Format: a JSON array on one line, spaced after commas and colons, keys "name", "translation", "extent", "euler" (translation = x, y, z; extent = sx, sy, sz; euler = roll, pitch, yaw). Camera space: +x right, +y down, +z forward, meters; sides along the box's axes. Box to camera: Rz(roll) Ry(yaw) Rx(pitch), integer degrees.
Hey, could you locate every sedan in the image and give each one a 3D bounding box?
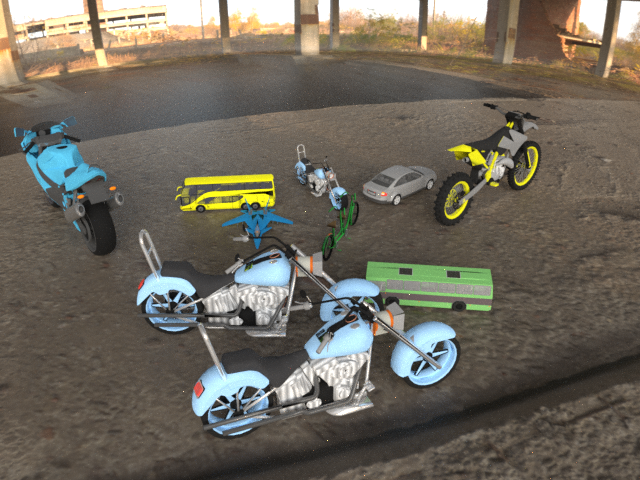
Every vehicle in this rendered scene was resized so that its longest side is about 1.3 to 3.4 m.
[{"name": "sedan", "translation": [1.446, -1.061, 12.454], "extent": [1.613, 0.483, 0.635], "euler": [-25, 37, -37]}]

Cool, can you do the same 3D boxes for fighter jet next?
[{"name": "fighter jet", "translation": [-1.003, -0.267, 11.223], "extent": [1.147, 0.286, 1.358], "euler": [-2, 29, -3]}]

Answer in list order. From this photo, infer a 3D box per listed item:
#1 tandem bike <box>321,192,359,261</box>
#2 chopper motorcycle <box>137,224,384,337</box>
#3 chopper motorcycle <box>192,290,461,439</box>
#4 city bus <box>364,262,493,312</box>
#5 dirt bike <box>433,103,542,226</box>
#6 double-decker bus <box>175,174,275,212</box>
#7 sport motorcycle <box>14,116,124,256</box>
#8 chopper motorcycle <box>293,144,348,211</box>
[{"name": "tandem bike", "translation": [0.330, -0.269, 10.819], "extent": [0.283, 0.682, 1.642], "euler": [11, 31, 19]}, {"name": "chopper motorcycle", "translation": [-0.724, 0.546, 8.521], "extent": [3.040, 1.480, 0.906], "euler": [0, 29, 0]}, {"name": "chopper motorcycle", "translation": [0.150, 1.202, 7.336], "extent": [3.040, 1.480, 0.906], "euler": [-11, 31, -20]}, {"name": "city bus", "translation": [1.447, 0.636, 9.412], "extent": [1.674, 0.460, 0.476], "euler": [3, 29, 6]}, {"name": "dirt bike", "translation": [2.896, -1.320, 11.702], "extent": [2.903, 1.666, 1.024], "euler": [-24, 37, -36]}, {"name": "double-decker bus", "translation": [-1.604, -0.801, 11.925], "extent": [1.672, 0.541, 0.389], "euler": [-3, 29, -6]}, {"name": "sport motorcycle", "translation": [-3.925, -0.883, 10.984], "extent": [0.983, 1.596, 2.955], "euler": [-20, 35, -32]}, {"name": "chopper motorcycle", "translation": [0.013, -1.096, 12.231], "extent": [0.466, 0.761, 1.563], "euler": [-17, 33, -28]}]
